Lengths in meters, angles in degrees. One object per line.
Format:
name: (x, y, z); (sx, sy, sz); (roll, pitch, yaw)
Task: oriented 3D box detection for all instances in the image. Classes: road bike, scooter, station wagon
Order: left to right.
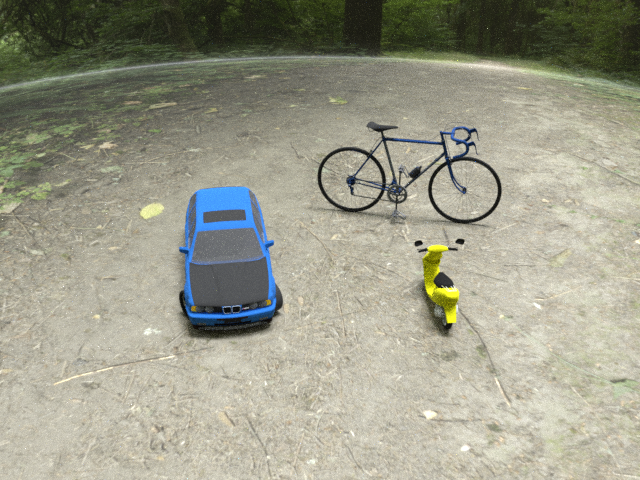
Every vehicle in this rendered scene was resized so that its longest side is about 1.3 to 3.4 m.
station wagon: (-1.309, 0.096, 9.814); (1.327, 0.920, 3.105); (-4, 28, -8)
road bike: (1.418, -1.110, 11.295); (3.004, 1.656, 0.696); (6, 29, 12)
scooter: (1.558, 0.477, 9.099); (0.662, 0.919, 1.399); (-2, 28, -5)
